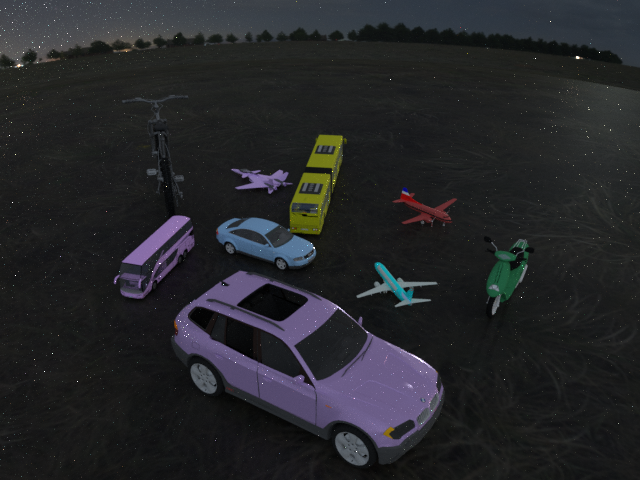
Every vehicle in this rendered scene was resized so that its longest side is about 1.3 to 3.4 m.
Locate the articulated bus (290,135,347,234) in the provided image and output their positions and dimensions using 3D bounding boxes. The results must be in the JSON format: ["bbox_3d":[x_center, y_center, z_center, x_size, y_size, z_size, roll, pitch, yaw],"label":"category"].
[{"bbox_3d":[-0.006,-1.067,12.376,0.605,0.561,3.401,4,28,7],"label":"articulated bus"}]

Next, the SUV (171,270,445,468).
[{"bbox_3d":[-0.192,1.216,7.438,3.058,1.128,1.276,17,32,29],"label":"SUV"}]

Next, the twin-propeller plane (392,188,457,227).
[{"bbox_3d":[1.743,-0.540,11.542,1.370,0.407,1.095,-24,36,-37],"label":"twin-propeller plane"}]

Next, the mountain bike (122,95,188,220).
[{"bbox_3d":[-2.674,-1.449,11.893,1.114,1.688,2.857,-7,29,-14],"label":"mountain bike"}]

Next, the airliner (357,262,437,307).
[{"bbox_3d":[1.000,0.522,9.504,1.161,0.429,1.307,-8,29,-15],"label":"airliner"}]

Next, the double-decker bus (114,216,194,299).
[{"bbox_3d":[-2.301,0.235,9.929,0.389,0.541,1.672,8,29,15],"label":"double-decker bus"}]

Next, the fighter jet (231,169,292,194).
[{"bbox_3d":[-1.194,-1.218,12.956,1.358,0.286,1.147,22,35,36],"label":"fighter jet"}]

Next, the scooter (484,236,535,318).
[{"bbox_3d":[2.496,0.366,9.275,0.662,0.919,1.399,16,32,27],"label":"scooter"}]

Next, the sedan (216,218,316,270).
[{"bbox_3d":[-0.811,-0.003,10.442,1.613,0.483,0.635,16,32,27],"label":"sedan"}]
